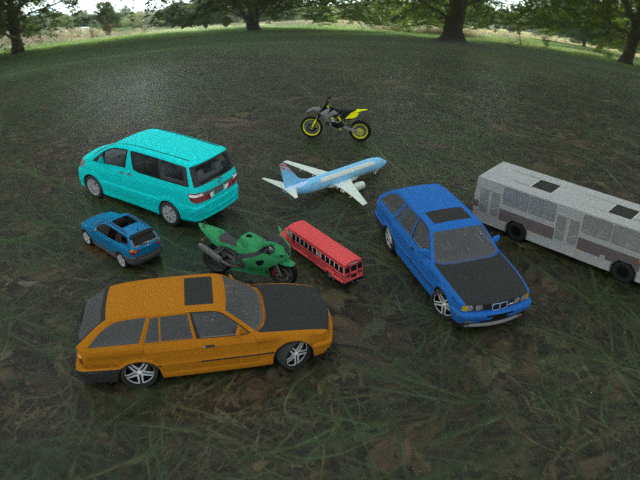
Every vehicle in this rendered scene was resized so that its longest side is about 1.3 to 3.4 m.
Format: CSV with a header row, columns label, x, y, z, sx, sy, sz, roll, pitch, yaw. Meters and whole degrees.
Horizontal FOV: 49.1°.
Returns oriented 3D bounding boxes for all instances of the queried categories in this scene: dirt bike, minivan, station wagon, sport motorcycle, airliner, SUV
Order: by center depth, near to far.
label,x,y,z,sx,sy,sz,roll,pitch,yaw
station wagon,-1.388,0.982,8.621,3.105,0.920,1.327,-5,31,-9
sport motorcycle,-1.031,0.197,10.039,1.520,0.821,0.506,10,32,17
station wagon,1.850,0.061,10.171,1.327,0.920,3.105,-9,32,-15
SUV,-3.079,-0.110,10.791,1.572,0.580,0.656,26,39,36
minivan,-2.873,-1.230,12.073,3.011,1.197,1.324,19,35,28
airliner,0.274,-1.295,12.537,2.541,0.835,2.257,-22,37,-33
dirt bike,0.326,-2.481,14.513,1.493,0.857,0.527,6,31,9

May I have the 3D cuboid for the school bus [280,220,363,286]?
label,x,y,z,sx,sy,sz,roll,pitch,yaw
school bus,-0.028,0.137,10.518,0.365,0.434,1.708,-21,37,-31

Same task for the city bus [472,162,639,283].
label,x,y,z,sx,sy,sz,roll,pitch,yaw
city bus,3.955,-0.230,10.687,3.255,0.894,0.926,25,39,36
